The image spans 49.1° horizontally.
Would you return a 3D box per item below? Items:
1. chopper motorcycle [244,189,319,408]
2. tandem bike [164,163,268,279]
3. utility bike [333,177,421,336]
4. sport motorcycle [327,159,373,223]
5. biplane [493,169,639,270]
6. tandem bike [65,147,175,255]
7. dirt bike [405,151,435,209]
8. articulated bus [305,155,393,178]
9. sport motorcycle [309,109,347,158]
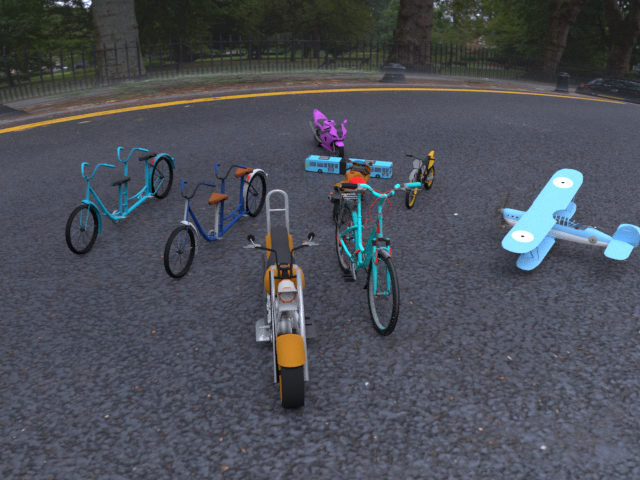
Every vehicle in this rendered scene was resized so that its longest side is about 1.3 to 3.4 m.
[{"bbox_3d":[-0.438,0.590,8.407,0.906,1.480,3.040,-3,26,-5],"label":"chopper motorcycle"},{"bbox_3d":[-1.540,-0.558,10.918,0.550,1.326,3.192,10,28,20],"label":"tandem bike"},{"bbox_3d":[0.679,-0.065,9.332,1.039,1.839,2.791,-6,27,-12],"label":"utility bike"},{"bbox_3d":[0.544,-0.867,12.117,0.506,0.821,1.520,10,28,20],"label":"sport motorcycle"},{"bbox_3d":[3.643,-0.155,10.489,2.120,0.981,2.598,17,31,31],"label":"biplane"},{"bbox_3d":[-3.239,-0.902,11.617,0.550,1.326,3.192,9,27,17],"label":"tandem bike"},{"bbox_3d":[1.839,-1.157,12.666,0.527,0.857,1.493,12,29,23],"label":"dirt bike"},{"bbox_3d":[0.578,-1.459,13.924,1.749,0.289,0.311,6,27,13],"label":"articulated bus"},{"bbox_3d":[0.182,-2.243,14.916,0.506,0.821,1.520,-10,28,-19],"label":"sport motorcycle"}]
